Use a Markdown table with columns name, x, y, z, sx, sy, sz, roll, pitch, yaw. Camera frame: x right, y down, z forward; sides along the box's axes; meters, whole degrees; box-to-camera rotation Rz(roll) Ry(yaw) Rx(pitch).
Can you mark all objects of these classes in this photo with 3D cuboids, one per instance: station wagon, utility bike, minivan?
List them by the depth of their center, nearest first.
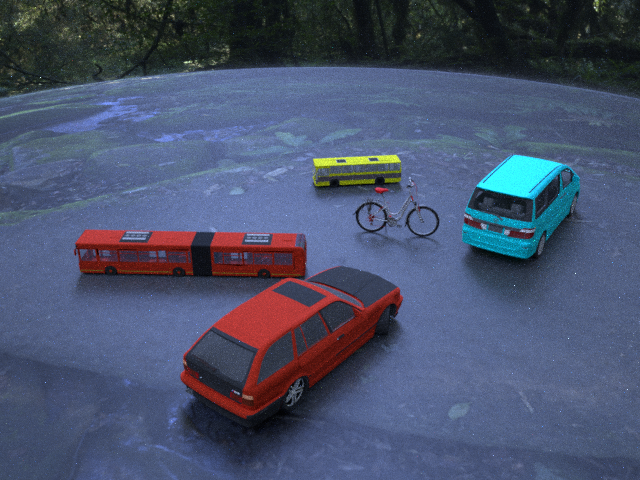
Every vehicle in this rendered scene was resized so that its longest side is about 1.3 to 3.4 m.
| name | x | y | z | sx | sy | sz | roll | pitch | yaw |
| --- | --- | --- | --- | --- | --- | --- | --- | --- | --- |
| station wagon | -0.201 | 0.999 | 8.474 | 1.327 | 0.920 | 3.105 | 20 | 33 | 34 |
| utility bike | 1.252 | -0.552 | 11.470 | 1.435 | 0.946 | 0.535 | 6 | 28 | 11 |
| minivan | 3.416 | -0.727 | 11.536 | 1.324 | 1.197 | 3.011 | 17 | 31 | 29 |

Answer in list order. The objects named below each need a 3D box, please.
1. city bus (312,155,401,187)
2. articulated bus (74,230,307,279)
| name | x | y | z | sx | sy | sz | roll | pitch | yaw |
| --- | --- | --- | --- | --- | --- | --- | --- | --- | --- |
| city bus | 0.707 | -1.322 | 13.503 | 1.674 | 0.460 | 0.476 | -3 | 27 | -7 |
| articulated bus | -1.908 | 0.197 | 10.430 | 3.401 | 0.561 | 0.605 | 1 | 27 | 2 |
